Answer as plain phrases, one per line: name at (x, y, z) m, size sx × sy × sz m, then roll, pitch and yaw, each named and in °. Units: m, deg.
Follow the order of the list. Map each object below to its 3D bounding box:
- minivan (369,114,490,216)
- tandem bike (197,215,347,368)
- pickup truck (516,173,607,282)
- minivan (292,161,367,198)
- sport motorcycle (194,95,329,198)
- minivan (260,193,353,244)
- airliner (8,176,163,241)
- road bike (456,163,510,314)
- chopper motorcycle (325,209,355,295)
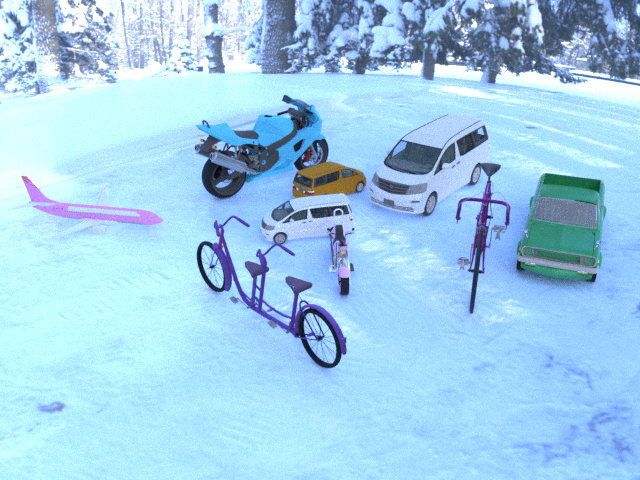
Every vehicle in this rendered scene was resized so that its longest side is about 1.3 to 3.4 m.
minivan at (2.123, -1.479, 13.292) m, size 1.324 × 1.197 × 3.011 m, roll 19°, pitch 32°, yaw 33°
tandem bike at (-0.753, 0.555, 9.080) m, size 0.550 × 1.326 × 3.192 m, roll -21°, pitch 33°, yaw -36°
pickup truck at (3.979, -0.388, 11.338) m, size 1.244 × 0.993 × 3.117 m, roll 10°, pitch 28°, yaw 19°
minivan at (0.208, -1.138, 13.261) m, size 1.548 × 0.616 × 0.681 m, roll -22°, pitch 34°, yaw -37°
sport motorcycle at (-1.022, -1.798, 13.485) m, size 2.955 × 1.596 × 0.983 m, roll -19°, pitch 32°, yaw -33°
minivan at (-0.234, -0.376, 11.737) m, size 1.548 × 0.616 × 0.681 m, roll -6°, pitch 27°, yaw -13°
airliner at (-3.925, -0.639, 12.018) m, size 2.541 × 0.835 × 2.257 m, roll 4°, pitch 27°, yaw 9°
road bike at (2.376, -0.193, 10.206) m, size 0.696 × 1.656 × 3.004 m, roll 7°, pitch 27°, yaw 14°
chopper motorcycle at (0.317, 0.163, 10.496) m, size 0.466 × 0.761 × 1.563 m, roll -1°, pitch 27°, yaw -2°
